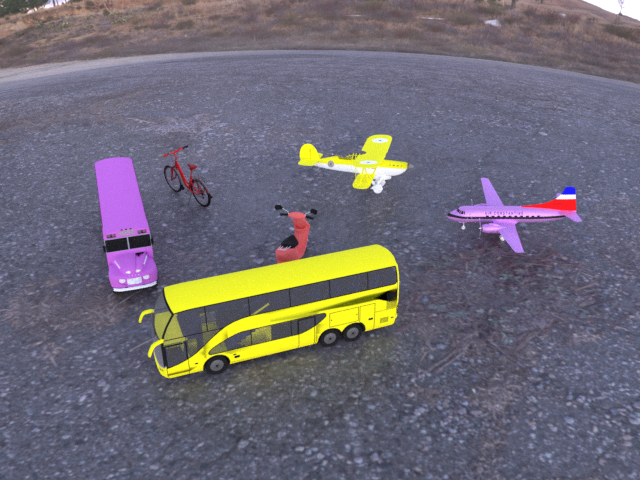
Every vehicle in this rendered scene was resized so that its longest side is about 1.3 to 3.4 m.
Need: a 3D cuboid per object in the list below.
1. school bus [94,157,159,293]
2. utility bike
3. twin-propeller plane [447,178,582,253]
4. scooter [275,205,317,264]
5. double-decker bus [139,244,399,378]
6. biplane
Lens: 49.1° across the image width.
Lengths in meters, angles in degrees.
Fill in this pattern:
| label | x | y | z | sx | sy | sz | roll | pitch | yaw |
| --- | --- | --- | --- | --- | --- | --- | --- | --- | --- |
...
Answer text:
| label | x | y | z | sx | sy | sz | roll | pitch | yaw |
| --- | --- | --- | --- | --- | --- | --- | --- | --- | --- |
| school bus | -3.114 | -0.313 | 11.102 | 0.709 | 0.844 | 3.322 | -9 | 31 | -16 |
| utility bike | -2.416 | -1.125 | 12.428 | 0.535 | 0.946 | 1.435 | -26 | 39 | -38 |
| twin-propeller plane | 3.159 | -0.519 | 11.518 | 2.129 | 0.792 | 2.663 | 0 | 30 | 0 |
| scooter | -0.397 | -0.013 | 10.498 | 0.662 | 0.919 | 1.399 | 7 | 30 | 13 |
| double-decker bus | -0.572 | 0.881 | 8.791 | 3.251 | 1.052 | 0.756 | -11 | 31 | -18 |
| biplane | 0.669 | -1.421 | 12.914 | 2.120 | 0.981 | 2.598 | 6 | 30 | 10 |
